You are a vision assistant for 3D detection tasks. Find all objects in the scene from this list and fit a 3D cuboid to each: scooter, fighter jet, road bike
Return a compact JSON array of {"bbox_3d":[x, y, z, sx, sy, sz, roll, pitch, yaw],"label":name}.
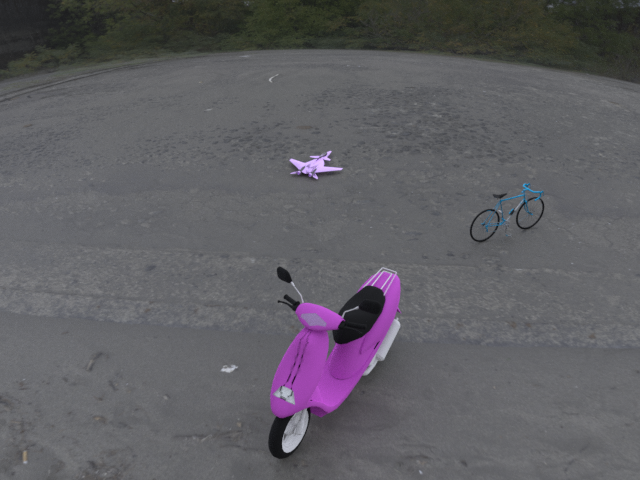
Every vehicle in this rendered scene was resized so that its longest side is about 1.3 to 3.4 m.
[{"bbox_3d":[0.235,1.094,7.939,1.288,1.786,2.721,18,35,28],"label":"scooter"},{"bbox_3d":[-0.041,-1.632,14.119,1.147,0.286,1.358,13,33,21],"label":"fighter jet"},{"bbox_3d":[3.111,-0.451,11.526,1.545,0.852,0.358,-14,33,-23],"label":"road bike"}]
